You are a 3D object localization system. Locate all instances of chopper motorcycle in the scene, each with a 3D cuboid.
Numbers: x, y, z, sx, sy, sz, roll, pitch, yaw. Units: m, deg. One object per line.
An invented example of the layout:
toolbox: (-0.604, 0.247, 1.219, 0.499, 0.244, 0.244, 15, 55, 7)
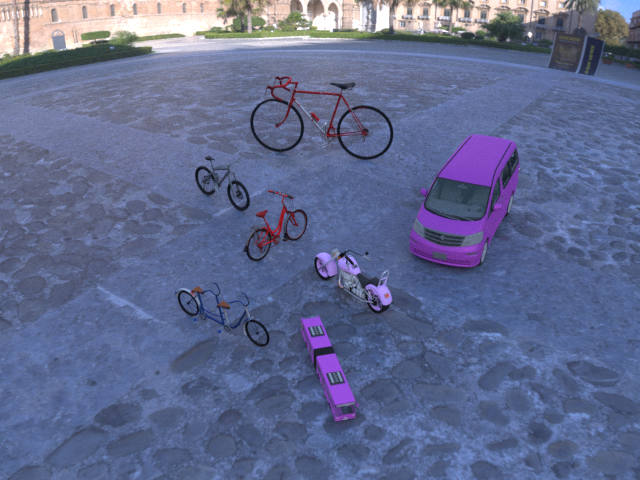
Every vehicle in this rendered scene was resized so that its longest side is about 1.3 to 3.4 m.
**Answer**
chopper motorcycle: (0.447, 0.467, 9.998, 0.466, 0.761, 1.563, -22, 36, -33)

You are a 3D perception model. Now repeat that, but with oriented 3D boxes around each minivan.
minivan: (2.462, -0.706, 11.594, 1.324, 1.197, 3.011, 14, 33, 22)

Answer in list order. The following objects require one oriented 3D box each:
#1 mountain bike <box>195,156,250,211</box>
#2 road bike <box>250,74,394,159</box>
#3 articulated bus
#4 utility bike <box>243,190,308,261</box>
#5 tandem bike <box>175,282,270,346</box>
mountain bike: (-1.777, -1.071, 12.554, 1.469, 0.868, 0.573, 25, 38, 36)
road bike: (0.008, -2.482, 14.211, 3.004, 1.656, 0.696, 6, 31, 11)
articulated bus: (0.077, 1.532, 8.625, 0.311, 0.289, 1.749, -7, 31, -12)
utility bike: (-0.733, -0.272, 11.094, 0.535, 0.946, 1.435, 24, 38, 35)
tandem bike: (-1.328, 0.912, 9.306, 1.642, 0.682, 0.283, 19, 35, 29)
